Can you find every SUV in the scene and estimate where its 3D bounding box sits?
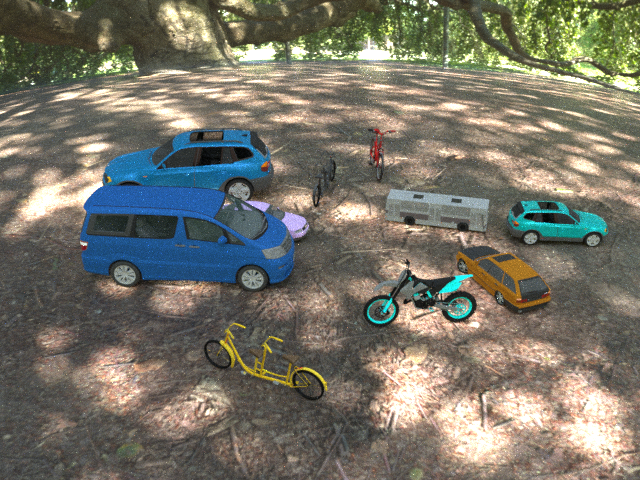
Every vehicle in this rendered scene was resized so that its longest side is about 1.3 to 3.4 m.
[{"bbox_3d":[-2.367,-1.354,12.648,3.058,1.128,1.276,-3,28,-5],"label":"SUV"},{"bbox_3d":[3.804,-0.298,11.223,1.572,0.580,0.656,2,28,3],"label":"SUV"}]

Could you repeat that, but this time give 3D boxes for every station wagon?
[{"bbox_3d":[2.564,0.440,9.930,0.682,0.473,1.597,-11,30,-20],"label":"station wagon"}]

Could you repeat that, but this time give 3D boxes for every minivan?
[{"bbox_3d":[-1.878,-0.083,10.148,3.011,1.197,1.324,2,28,3],"label":"minivan"}]

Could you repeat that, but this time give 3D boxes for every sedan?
[{"bbox_3d":[-0.978,-0.337,11.401,1.613,0.483,0.635,7,28,13],"label":"sedan"}]

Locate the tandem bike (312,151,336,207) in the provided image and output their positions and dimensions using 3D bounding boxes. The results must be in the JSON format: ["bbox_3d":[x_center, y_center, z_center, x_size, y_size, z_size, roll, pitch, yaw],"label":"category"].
[{"bbox_3d":[0.084,-1.165,12.769,0.283,0.682,1.642,7,28,13],"label":"tandem bike"}]

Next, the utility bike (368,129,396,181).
[{"bbox_3d":[1.159,-1.777,13.652,0.535,0.946,1.435,-2,28,-4],"label":"utility bike"}]

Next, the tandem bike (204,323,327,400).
[{"bbox_3d":[-0.652,1.362,7.947,1.642,0.682,0.283,13,31,24],"label":"tandem bike"}]

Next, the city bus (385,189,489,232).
[{"bbox_3d":[1.953,-0.481,11.701,1.674,0.460,0.476,7,29,14],"label":"city bus"}]

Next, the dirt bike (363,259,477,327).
[{"bbox_3d":[1.299,0.726,8.972,1.493,0.857,0.527,-3,28,-5],"label":"dirt bike"}]
